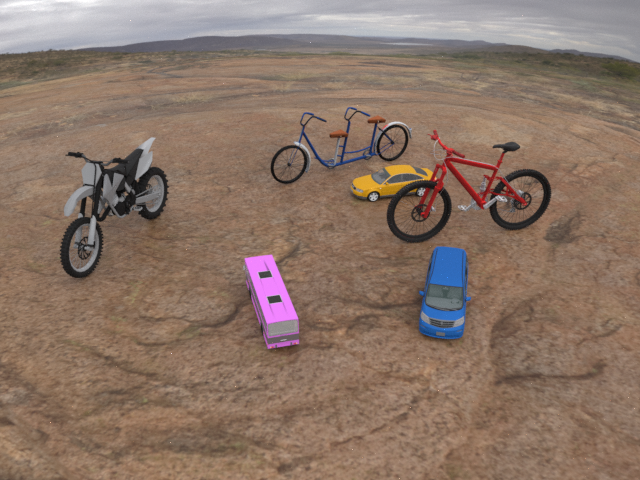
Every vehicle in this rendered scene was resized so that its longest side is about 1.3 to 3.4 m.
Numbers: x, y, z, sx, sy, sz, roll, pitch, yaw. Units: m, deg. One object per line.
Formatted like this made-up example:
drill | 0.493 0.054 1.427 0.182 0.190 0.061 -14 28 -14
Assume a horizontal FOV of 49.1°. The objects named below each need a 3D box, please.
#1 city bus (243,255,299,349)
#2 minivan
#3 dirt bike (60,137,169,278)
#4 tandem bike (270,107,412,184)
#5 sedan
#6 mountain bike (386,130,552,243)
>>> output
city bus | -0.676 0.823 9.522 0.476 0.460 1.674 -7 30 -13
minivan | 1.718 0.701 9.580 0.681 0.616 1.548 6 30 11
dirt bike | -3.172 -0.667 10.953 1.024 1.666 2.903 9 30 16
tandem bike | 0.478 -1.938 13.578 3.192 1.326 0.550 -15 33 -25
sedan | 1.357 -1.093 12.928 1.613 0.483 0.635 -7 30 -12
mountain bike | 2.440 -0.820 11.204 2.857 1.688 1.114 -7 30 -12
